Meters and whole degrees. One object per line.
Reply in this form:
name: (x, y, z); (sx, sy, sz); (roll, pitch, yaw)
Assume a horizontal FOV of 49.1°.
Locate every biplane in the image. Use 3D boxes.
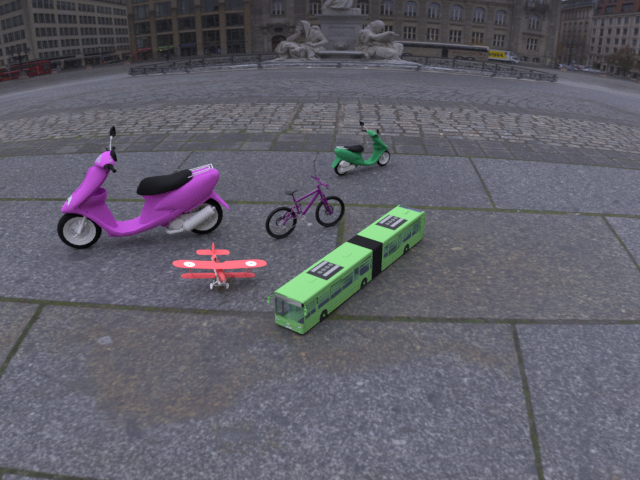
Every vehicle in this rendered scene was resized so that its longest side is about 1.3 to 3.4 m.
biplane: (-1.470, 0.389, 10.226); (1.336, 0.504, 1.090); (-8, 29, -15)

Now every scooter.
scooter: (-2.829, -0.792, 11.091); (2.721, 1.786, 1.288); (-7, 29, -14)
scooter: (0.840, -1.813, 13.956); (1.399, 0.919, 0.662); (-16, 32, -27)

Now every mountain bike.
mountain bike: (-0.230, -0.518, 11.555); (1.469, 0.868, 0.573); (-14, 31, -25)

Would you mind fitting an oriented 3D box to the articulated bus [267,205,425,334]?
articulated bus: (0.536, 0.328, 10.282); (0.605, 0.561, 3.401); (18, 33, 31)
